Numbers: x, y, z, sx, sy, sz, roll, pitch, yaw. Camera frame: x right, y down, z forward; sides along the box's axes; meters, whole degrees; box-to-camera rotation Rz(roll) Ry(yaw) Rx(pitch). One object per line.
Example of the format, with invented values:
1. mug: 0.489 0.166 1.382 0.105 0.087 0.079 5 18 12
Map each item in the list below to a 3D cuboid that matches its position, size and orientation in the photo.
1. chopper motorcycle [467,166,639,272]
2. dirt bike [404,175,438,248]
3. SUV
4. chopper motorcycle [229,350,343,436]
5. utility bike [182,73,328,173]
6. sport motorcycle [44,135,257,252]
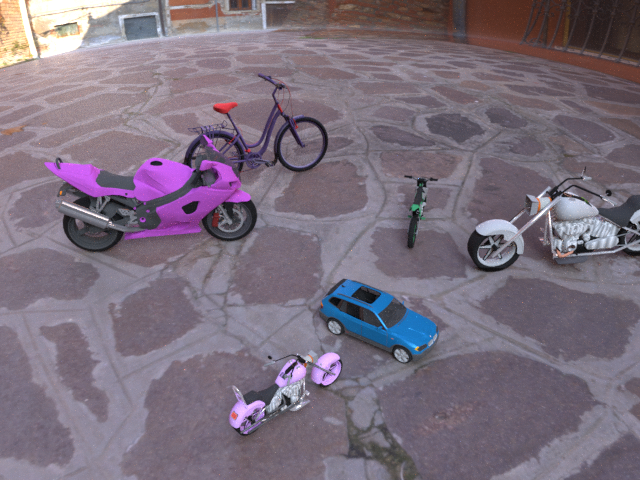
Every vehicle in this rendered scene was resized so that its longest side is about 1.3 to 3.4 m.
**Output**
1. chopper motorcycle: 3.662 -0.308 10.081 3.040 1.480 0.906 -4 32 -7
2. dirt bike: 1.540 -0.538 11.034 0.527 0.857 1.493 8 33 13
3. SUV: 0.738 0.979 8.877 1.572 0.580 0.656 20 37 28
4. chopper motorcycle: -0.347 1.577 7.753 1.563 0.761 0.466 -26 40 -35
5. utility bike: -1.166 -1.932 12.331 2.791 1.839 1.039 -14 35 -21
6. sport motorcycle: -2.434 -0.605 10.445 2.955 1.596 0.983 -4 32 -7
